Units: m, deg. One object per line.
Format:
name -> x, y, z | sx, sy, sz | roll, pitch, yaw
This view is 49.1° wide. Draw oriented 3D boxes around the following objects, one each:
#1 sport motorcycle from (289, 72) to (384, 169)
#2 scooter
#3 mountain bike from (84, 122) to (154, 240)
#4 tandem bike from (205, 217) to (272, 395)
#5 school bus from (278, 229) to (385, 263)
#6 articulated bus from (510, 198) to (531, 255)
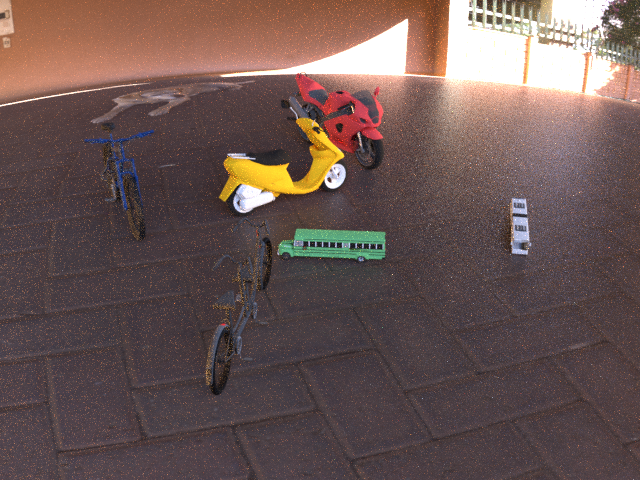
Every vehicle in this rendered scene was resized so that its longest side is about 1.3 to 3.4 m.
sport motorcycle -> 0.377, -2.597, 15.028 | 0.983, 1.596, 2.955 | -19, 32, -32
scooter -> -0.592, -1.474, 12.633 | 2.721, 1.786, 1.288 | -17, 32, -30
mountain bike -> -3.469, -1.161, 12.131 | 1.114, 1.688, 2.857 | -13, 30, -23
tandem bike -> -0.991, 0.649, 8.999 | 0.550, 1.326, 3.192 | 4, 27, 8
school bus -> 0.183, 0.082, 11.081 | 1.708, 0.434, 0.365 | 2, 27, 4
articulated bus -> 3.385, -0.260, 11.907 | 0.311, 0.289, 1.749 | 6, 28, 11
